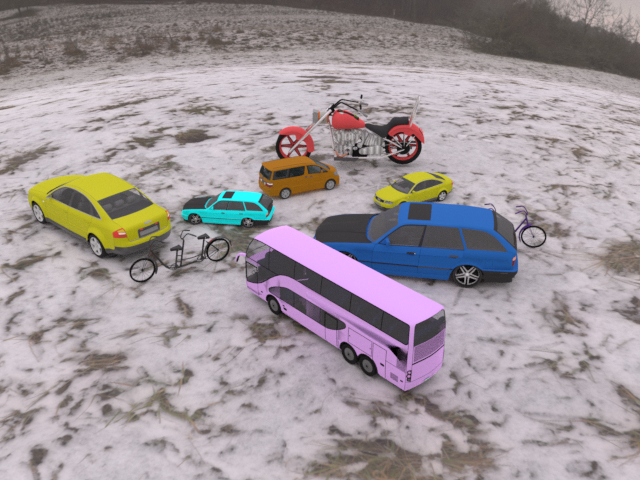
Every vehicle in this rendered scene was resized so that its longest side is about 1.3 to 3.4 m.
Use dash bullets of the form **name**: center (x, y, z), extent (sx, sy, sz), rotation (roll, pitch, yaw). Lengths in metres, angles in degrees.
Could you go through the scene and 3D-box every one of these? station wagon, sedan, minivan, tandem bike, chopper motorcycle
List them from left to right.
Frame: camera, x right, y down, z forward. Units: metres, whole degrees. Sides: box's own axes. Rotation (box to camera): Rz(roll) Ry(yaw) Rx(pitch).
- **sedan**: center (-3.776, -0.610, 11.718), extent (3.137, 0.940, 1.235), rotation (22, 35, 36)
- **tandem bike**: center (-2.076, 0.172, 10.506), extent (1.642, 0.682, 0.283), rotation (-16, 32, -28)
- **station wagon**: center (-1.606, -0.576, 12.153), extent (1.597, 0.473, 0.682), rotation (4, 28, 7)
- **minivan**: center (-0.377, -1.241, 13.266), extent (1.548, 0.616, 0.681), rotation (-13, 30, -23)
- **chopper motorcycle**: center (0.608, -2.232, 14.222), extent (3.040, 1.480, 0.906), rotation (2, 28, 3)
- **sedan**: center (1.713, -0.936, 12.828), extent (1.613, 0.483, 0.635), rotation (-16, 32, -28)
- **station wagon**: center (1.423, -0.037, 10.649), extent (3.105, 0.920, 1.327), rotation (5, 28, 9)
- **tandem bike**: center (2.832, -0.260, 11.329), extent (1.642, 0.682, 0.283), rotation (8, 29, 15)

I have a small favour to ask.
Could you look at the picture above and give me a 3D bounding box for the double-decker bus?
- **double-decker bus**: center (0.171, 0.742, 9.025), extent (0.756, 1.052, 3.251), rotation (-23, 35, -36)
